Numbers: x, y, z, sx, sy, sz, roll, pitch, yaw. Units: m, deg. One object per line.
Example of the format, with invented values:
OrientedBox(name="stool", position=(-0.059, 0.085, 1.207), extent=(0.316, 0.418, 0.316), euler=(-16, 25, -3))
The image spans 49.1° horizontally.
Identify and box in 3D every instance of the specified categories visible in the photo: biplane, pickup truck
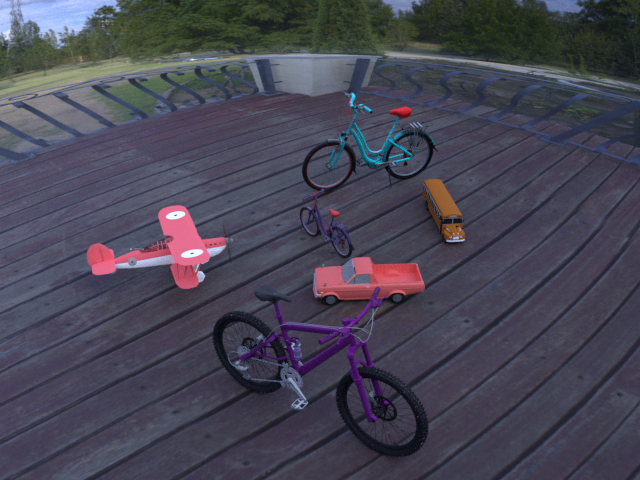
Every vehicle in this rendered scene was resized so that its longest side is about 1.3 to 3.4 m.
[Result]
OrientedBox(name="biplane", position=(-2.332, 0.181, 10.372), extent=(2.120, 0.981, 2.598), euler=(-9, 31, -16))
OrientedBox(name="pickup truck", position=(0.696, 0.561, 10.181), extent=(1.603, 0.511, 0.640), euler=(-2, 30, -3))

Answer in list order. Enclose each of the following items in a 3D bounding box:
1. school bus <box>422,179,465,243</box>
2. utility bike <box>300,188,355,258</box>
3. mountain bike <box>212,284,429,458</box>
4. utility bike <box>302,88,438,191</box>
OrientedBox(name="school bus", position=(2.138, -0.512, 12.135), extent=(0.365, 0.434, 1.708), euler=(-3, 30, -5))
OrientedBox(name="utility bike", position=(0.052, -0.283, 11.219), extent=(0.535, 0.946, 1.435), euler=(-20, 36, -31))
OrientedBox(name="mountain bike", position=(-0.097, 1.317, 7.671), extent=(2.857, 1.688, 1.114), euler=(18, 35, 29))
OrientedBox(name="utility bike", position=(1.021, -1.802, 12.978), extent=(2.791, 1.839, 1.039), euler=(-10, 31, -17))
